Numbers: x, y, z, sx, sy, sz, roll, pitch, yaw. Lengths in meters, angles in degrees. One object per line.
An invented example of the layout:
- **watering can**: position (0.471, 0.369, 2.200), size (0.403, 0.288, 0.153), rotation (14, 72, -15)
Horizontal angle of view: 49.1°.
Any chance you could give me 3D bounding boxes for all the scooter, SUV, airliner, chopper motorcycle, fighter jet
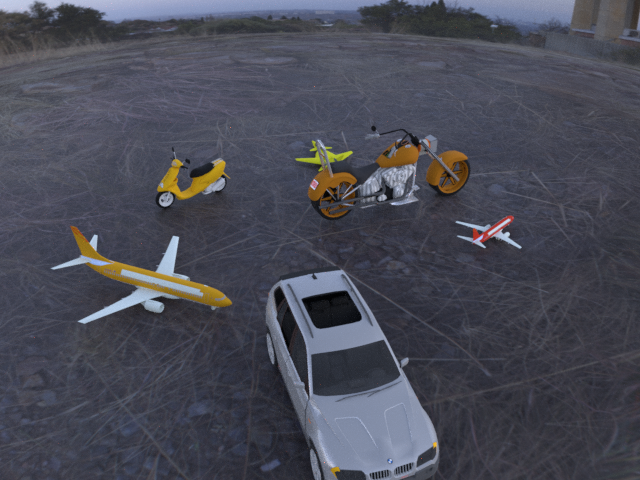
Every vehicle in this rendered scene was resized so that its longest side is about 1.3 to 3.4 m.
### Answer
- **scooter**: position (-2.188, -1.103, 11.950), size (1.399, 0.919, 0.662), rotation (-20, 37, -29)
- **SUV**: position (0.234, 1.397, 7.722), size (1.276, 1.128, 3.058), rotation (-9, 33, -15)
- **airliner**: position (-2.354, 0.398, 9.609), size (2.541, 0.835, 2.257), rotation (12, 34, 19)
- **chopper motorcycle**: position (1.218, -1.198, 11.572), size (3.040, 1.480, 0.906), rotation (-14, 35, -22)
- **fighter jet**: position (0.052, -1.743, 13.582), size (1.147, 0.286, 1.358), rotation (-10, 33, -15)
- **airliner**: position (2.723, -0.225, 11.000), size (1.161, 0.429, 1.307), rotation (26, 40, 35)
